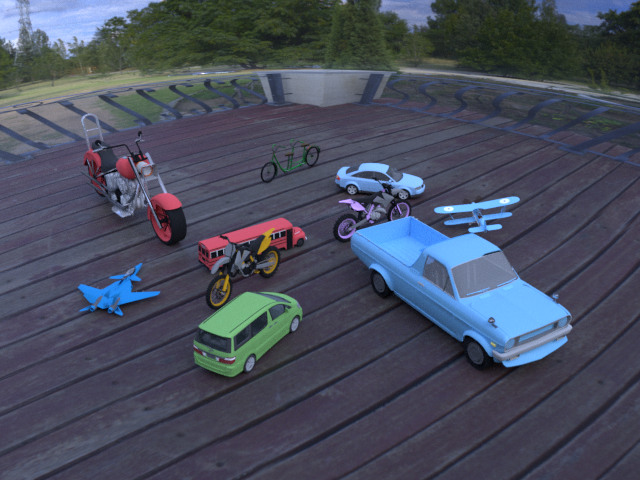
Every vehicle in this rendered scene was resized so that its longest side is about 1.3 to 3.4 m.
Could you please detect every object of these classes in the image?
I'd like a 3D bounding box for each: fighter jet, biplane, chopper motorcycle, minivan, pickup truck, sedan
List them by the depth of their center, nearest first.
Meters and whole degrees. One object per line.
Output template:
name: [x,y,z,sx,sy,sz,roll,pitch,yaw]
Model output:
minivan: [-0.810,0.987,8.269,0.681,0.616,1.548,15,30,27]
pickup truck: [1.667,0.459,8.906,1.244,0.993,3.117,-15,30,-28]
fighter jet: [-2.693,0.558,9.500,1.147,0.286,1.358,4,27,9]
biplane: [2.502,-0.360,11.096,1.336,0.504,1.090,0,26,0]
chopper motorcycle: [-3.082,-1.029,11.345,0.906,1.480,3.040,-21,33,-35]
sedan: [1.083,-1.094,12.593,1.613,0.483,0.635,7,27,13]

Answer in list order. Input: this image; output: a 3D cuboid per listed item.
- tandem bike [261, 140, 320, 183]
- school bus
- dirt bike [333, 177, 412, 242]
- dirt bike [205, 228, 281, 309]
tandem bike: [-0.542,-1.584,13.353,0.283,0.682,1.642,22,34,36]
school bus: [-0.968,0.034,10.385,1.708,0.434,0.365,-18,32,-31]
dirt bike: [0.839,-0.483,10.948,1.493,0.857,0.527,-15,30,-28]
dirt bike: [-1.002,0.319,9.339,0.527,0.857,1.493,17,31,31]
